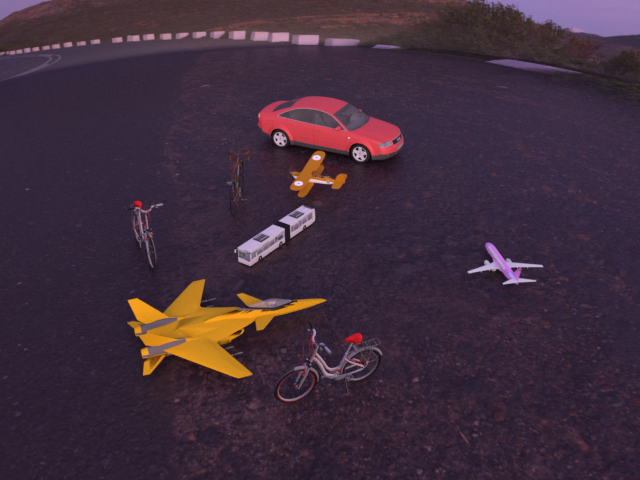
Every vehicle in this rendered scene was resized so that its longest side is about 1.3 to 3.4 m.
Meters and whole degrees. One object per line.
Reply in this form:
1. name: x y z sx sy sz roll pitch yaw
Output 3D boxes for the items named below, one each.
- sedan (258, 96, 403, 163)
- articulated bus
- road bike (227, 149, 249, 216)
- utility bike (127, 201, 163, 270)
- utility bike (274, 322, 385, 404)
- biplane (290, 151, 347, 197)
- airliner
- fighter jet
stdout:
1. sedan: 0.210 -2.393 14.516 3.137 0.940 1.235 14 33 22
2. articulated bus: -0.678 -0.093 11.238 0.311 0.289 1.749 19 35 29
3. road bike: -1.463 -1.052 12.317 0.358 0.852 1.545 1 30 2
4. utility bike: -2.682 -0.197 10.766 0.535 0.946 1.435 -14 33 -23
5. utility bike: 0.155 1.418 8.013 1.435 0.946 0.535 -13 33 -21
6. biplane: -0.063 -1.119 12.775 1.090 0.504 1.336 11 32 18
7. airliner: 2.734 0.277 10.468 1.161 0.429 1.307 -4 31 -7
8. fighter jet: -1.129 0.944 9.204 2.640 0.557 2.229 -12 32 -20
